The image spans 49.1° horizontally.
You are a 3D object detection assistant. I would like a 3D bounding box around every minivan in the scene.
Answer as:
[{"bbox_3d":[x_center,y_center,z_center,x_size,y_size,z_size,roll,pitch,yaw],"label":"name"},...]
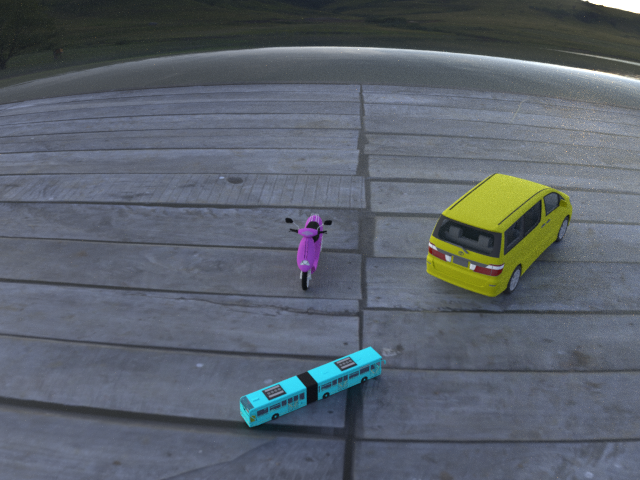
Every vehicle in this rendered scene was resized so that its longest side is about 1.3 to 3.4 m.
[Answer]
[{"bbox_3d":[2.771,-0.286,10.375,1.324,1.197,3.011,21,36,32],"label":"minivan"}]

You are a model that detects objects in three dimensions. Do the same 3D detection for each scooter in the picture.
[{"bbox_3d":[-0.142,0.026,10.112,0.662,0.919,1.399,3,30,6],"label":"scooter"}]

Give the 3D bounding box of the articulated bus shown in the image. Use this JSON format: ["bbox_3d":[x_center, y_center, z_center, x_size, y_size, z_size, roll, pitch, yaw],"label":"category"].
[{"bbox_3d":[-0.062,1.645,7.930,1.749,0.289,0.311,-17,34,-26],"label":"articulated bus"}]
